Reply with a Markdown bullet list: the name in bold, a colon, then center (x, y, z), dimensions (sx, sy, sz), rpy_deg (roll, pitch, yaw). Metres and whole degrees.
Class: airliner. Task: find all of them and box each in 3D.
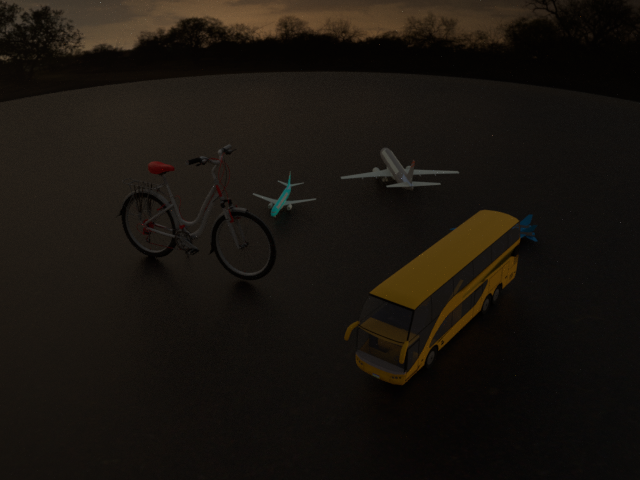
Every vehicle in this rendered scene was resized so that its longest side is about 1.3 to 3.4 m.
- **airliner**: center (1.471, -1.512, 13.324), dimensions (2.257, 0.835, 2.541), rpy_deg (-3, 26, -7)
- **airliner**: center (-0.670, -0.800, 12.340), dimensions (1.161, 0.429, 1.307), rpy_deg (5, 27, 11)

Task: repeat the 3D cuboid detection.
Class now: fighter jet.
- **fighter jet**: center (2.792, -0.221, 11.330), dimensions (1.358, 0.286, 1.147), rpy_deg (2, 26, 5)

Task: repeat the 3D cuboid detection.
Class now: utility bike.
- **utility bike**: center (-1.815, -0.483, 10.107), dimensions (2.791, 1.839, 1.039), rpy_deg (12, 29, 23)

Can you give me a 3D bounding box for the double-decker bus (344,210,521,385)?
- **double-decker bus**: center (1.547, 0.636, 8.730), dimensions (0.756, 1.052, 3.251), rpy_deg (19, 32, 33)
